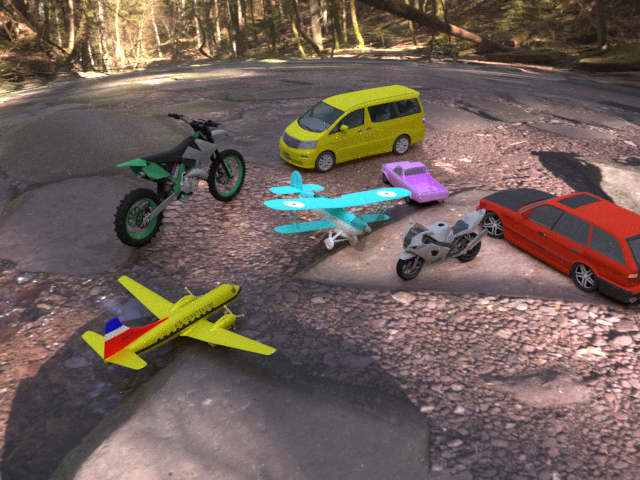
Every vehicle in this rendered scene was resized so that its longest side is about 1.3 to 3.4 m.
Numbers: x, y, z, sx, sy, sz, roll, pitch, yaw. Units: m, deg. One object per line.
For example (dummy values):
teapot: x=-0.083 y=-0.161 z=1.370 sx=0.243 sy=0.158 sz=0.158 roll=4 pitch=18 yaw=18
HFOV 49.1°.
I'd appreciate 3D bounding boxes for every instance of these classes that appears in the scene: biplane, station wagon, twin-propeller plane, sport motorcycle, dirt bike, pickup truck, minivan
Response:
biplane: x=0.147 y=-0.496 z=10.733 sx=2.598 sy=0.981 sz=2.120 roll=-18 pitch=32 yaw=-31
station wagon: x=3.648 y=-0.189 z=10.201 sx=1.327 sy=0.920 sz=3.105 roll=-15 pitch=31 yaw=-26
twin-propeller plane: x=-1.672 y=0.879 z=8.264 sx=2.663 sy=0.792 sz=2.129 roll=20 pitch=33 yaw=33
sport motorcycle: x=1.706 y=0.054 z=9.839 sx=1.520 sy=0.821 sz=0.506 roll=-15 pitch=31 yaw=-27
dirt bike: x=-2.156 y=-1.052 z=11.066 sx=1.024 sy=1.666 sz=2.903 roll=17 pitch=32 yaw=30
pickup truck: x=1.652 y=-1.070 z=12.366 sx=0.640 sy=0.511 sz=1.603 roll=-9 pitch=29 yaw=-18
minivan: x=0.646 y=-2.262 z=13.936 sx=3.011 sy=1.197 sz=1.324 roll=-16 pitch=31 yaw=-28
